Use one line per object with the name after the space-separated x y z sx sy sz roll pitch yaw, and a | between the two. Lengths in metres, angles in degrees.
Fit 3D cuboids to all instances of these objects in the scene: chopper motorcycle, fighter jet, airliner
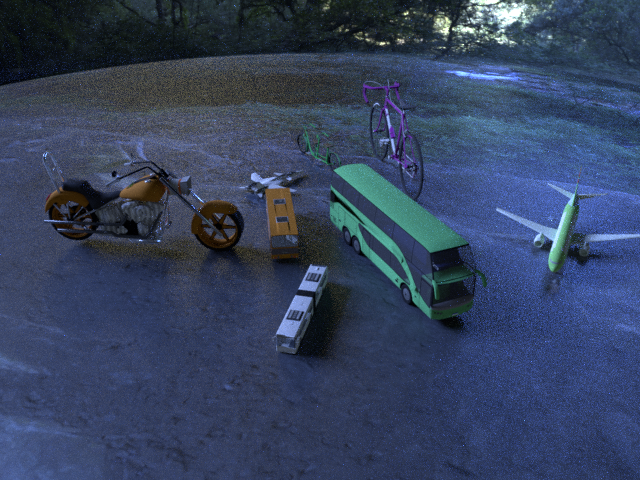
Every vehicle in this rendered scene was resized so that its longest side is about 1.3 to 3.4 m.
-2.678 -0.580 10.532 3.040 1.480 0.906 3 29 5 | chopper motorcycle
-0.773 -1.157 12.824 1.358 0.286 1.147 -26 38 -38 | fighter jet
3.803 -0.324 10.736 2.257 0.835 2.541 12 31 21 | airliner

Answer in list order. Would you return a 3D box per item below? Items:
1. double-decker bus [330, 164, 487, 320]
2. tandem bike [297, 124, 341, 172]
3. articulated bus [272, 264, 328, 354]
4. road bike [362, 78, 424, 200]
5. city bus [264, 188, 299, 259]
1.100 -0.047 10.006 0.756 1.052 3.251 -12 31 -21 | double-decker bus
-0.037 -1.814 13.611 0.283 0.682 1.642 -16 33 -27 | tandem bike
-0.215 0.860 9.146 0.311 0.289 1.749 7 29 12 | articulated bus
1.362 -1.921 12.793 0.697 1.656 3.004 -6 29 -11 | road bike
-0.610 -0.265 11.018 0.476 0.460 1.674 -3 29 -6 | city bus
